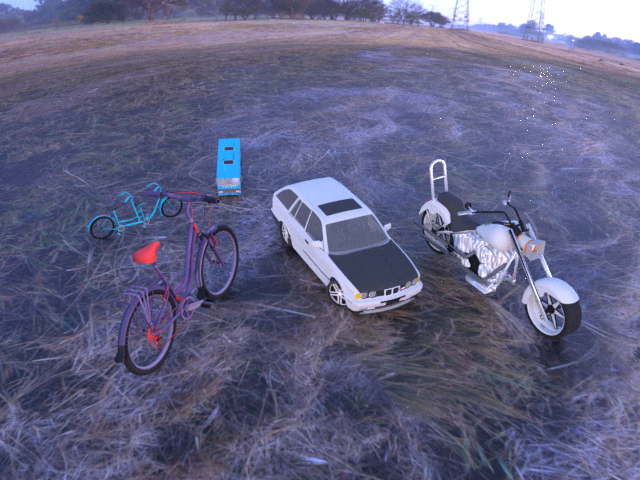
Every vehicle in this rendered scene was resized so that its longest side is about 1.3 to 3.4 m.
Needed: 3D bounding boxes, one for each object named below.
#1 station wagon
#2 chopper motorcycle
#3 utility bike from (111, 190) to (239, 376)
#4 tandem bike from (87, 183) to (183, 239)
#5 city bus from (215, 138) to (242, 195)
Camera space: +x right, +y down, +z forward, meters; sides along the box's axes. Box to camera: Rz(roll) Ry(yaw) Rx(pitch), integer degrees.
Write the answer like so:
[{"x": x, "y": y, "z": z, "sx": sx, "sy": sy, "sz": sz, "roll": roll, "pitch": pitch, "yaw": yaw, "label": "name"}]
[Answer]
[{"x": 0.318, "y": -0.067, "z": 10.359, "sx": 1.327, "sy": 0.920, "sz": 3.105, "roll": -13, "pitch": 33, "yaw": -21, "label": "station wagon"}, {"x": 2.384, "y": 0.060, "z": 9.590, "sx": 0.906, "sy": 1.480, "sz": 3.040, "roll": -16, "pitch": 34, "yaw": -25, "label": "chopper motorcycle"}, {"x": -1.820, "y": 0.360, "z": 8.721, "sx": 1.039, "sy": 1.839, "sz": 2.791, "roll": 12, "pitch": 32, "yaw": 19, "label": "utility bike"}, {"x": -2.977, "y": -0.489, "z": 11.317, "sx": 1.642, "sy": 0.682, "sz": 0.283, "roll": -20, "pitch": 36, "yaw": -31, "label": "tandem bike"}, {"x": -1.683, "y": -1.362, "z": 13.025, "sx": 0.476, "sy": 0.460, "sz": 1.674, "roll": -3, "pitch": 30, "yaw": -5, "label": "city bus"}]
